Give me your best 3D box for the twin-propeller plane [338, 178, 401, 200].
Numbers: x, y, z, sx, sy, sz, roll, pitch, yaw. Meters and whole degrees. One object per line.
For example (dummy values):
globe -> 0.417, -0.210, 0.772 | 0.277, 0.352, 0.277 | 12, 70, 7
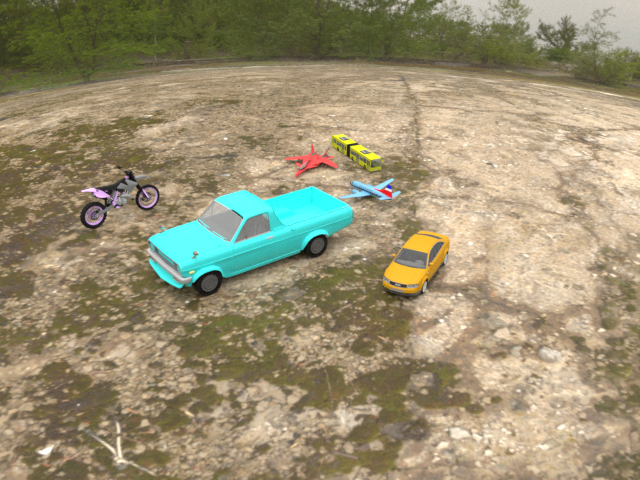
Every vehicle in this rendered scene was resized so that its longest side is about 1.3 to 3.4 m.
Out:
twin-propeller plane -> 0.920, -0.939, 12.669 | 1.370, 0.407, 1.095 | -21, 34, -35

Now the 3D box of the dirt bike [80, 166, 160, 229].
dirt bike -> -3.377, -0.751, 11.805 | 1.493, 0.857, 0.527 | -24, 36, -38

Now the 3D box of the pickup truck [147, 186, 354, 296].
pickup truck -> -0.997, -0.177, 10.532 | 3.117, 0.993, 1.244 | -19, 33, -33

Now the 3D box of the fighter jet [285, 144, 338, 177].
fighter jet -> -0.228, -1.578, 14.050 | 1.147, 0.286, 1.358 | 11, 29, 20

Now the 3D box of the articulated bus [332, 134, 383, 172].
articulated bus -> 0.740, -1.831, 14.543 | 0.311, 0.289, 1.749 | -13, 30, -23

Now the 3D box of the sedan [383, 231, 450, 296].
sedan -> 1.420, 0.278, 10.202 | 0.635, 0.483, 1.613 | 13, 30, 24
